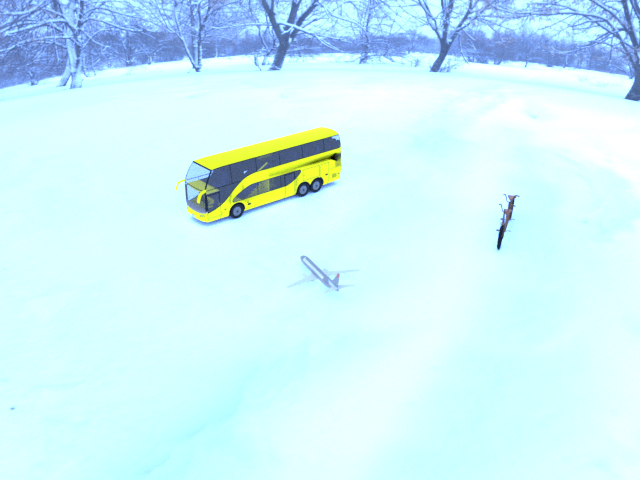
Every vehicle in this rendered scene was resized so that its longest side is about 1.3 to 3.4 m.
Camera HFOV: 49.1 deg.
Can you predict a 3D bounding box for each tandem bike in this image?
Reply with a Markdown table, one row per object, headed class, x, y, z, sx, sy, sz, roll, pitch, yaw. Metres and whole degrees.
| class | x | y | z | sx | sy | sz | roll | pitch | yaw |
| --- | --- | --- | --- | --- | --- | --- | --- | --- | --- |
| tandem bike | 3.077 | -0.423 | 11.495 | 0.283 | 0.682 | 1.642 | 10 | 29 | 19 |

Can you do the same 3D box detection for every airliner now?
| class | x | y | z | sx | sy | sz | roll | pitch | yaw |
| --- | --- | --- | --- | --- | --- | --- | --- | --- | --- |
| airliner | -0.006 | 0.408 | 10.129 | 1.161 | 0.429 | 1.307 | -12 | 29 | -23 |

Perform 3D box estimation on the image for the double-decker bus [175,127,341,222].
| class | x | y | z | sx | sy | sz | roll | pitch | yaw |
| --- | --- | --- | --- | --- | --- | --- | --- | --- | --- |
| double-decker bus | -0.992 | -1.201 | 12.624 | 3.251 | 1.052 | 0.756 | -21 | 34 | -35 |
